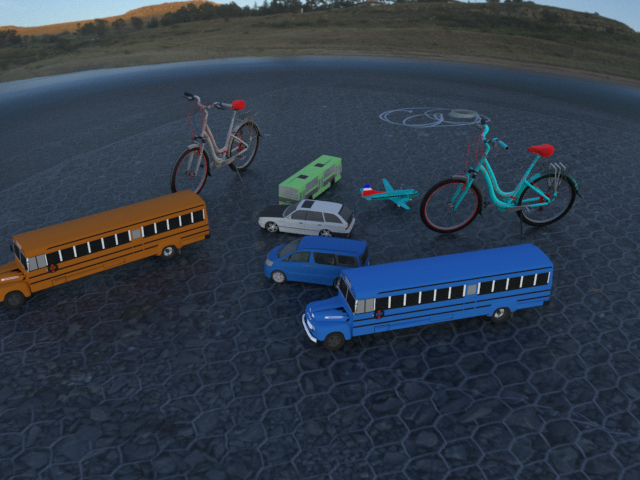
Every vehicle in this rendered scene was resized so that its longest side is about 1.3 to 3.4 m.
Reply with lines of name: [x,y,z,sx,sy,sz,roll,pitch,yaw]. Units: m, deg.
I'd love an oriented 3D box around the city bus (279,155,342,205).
city bus: [-0.155,-1.068,12.967,0.476,0.460,1.674,14,31,25]

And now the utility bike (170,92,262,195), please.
utility bike: [-1.801,-1.856,12.978,1.039,1.839,2.791,15,32,26]

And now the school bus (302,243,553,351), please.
school bus: [1.416,0.710,9.237,3.322,0.844,0.709,-7,29,-13]

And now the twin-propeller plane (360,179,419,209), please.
twin-propeller plane: [1.279,-0.859,12.631,1.095,0.407,1.370,-7,29,-12]

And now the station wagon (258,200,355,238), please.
station wagon: [-0.234,-0.395,11.694,1.597,0.473,0.682,7,29,13]

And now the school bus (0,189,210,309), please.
school bus: [-3.277,0.077,10.420,3.322,0.844,0.709,-19,34,-31]

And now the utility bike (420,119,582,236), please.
utility bike: [3.006,-0.914,11.218,2.791,1.839,1.039,-4,28,-8]

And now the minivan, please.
minivan: [-0.053,0.290,10.264,1.548,0.616,0.681,6,29,12]
